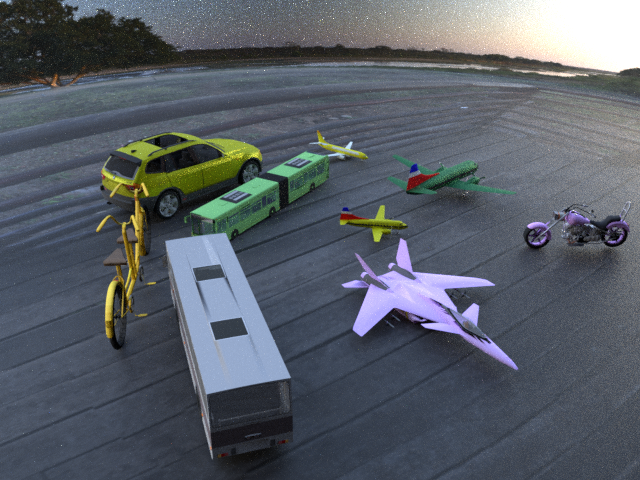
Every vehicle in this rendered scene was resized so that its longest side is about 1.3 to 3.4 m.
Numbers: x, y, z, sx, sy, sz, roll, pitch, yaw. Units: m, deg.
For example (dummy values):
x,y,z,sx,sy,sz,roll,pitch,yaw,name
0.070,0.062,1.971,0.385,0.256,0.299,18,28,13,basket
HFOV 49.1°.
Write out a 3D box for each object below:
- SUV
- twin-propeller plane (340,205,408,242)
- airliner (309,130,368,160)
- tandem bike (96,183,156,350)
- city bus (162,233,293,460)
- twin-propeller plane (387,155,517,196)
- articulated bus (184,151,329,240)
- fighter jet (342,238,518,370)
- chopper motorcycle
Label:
x,y,z,sx,sy,sz,roll,pitch,yaw,name
-2.364,-1.326,12.335,1.276,1.128,3.058,21,33,36,SUV
0.856,-0.308,11.105,1.095,0.407,1.370,4,27,7,twin-propeller plane
0.442,-1.917,14.300,1.307,0.429,1.161,18,32,32,airliner
-2.496,0.154,9.151,0.550,1.326,3.192,-2,27,-4,tandem bike
-1.118,1.034,7.873,0.926,0.894,3.255,-8,28,-16,city bus
2.211,-1.195,12.448,2.129,0.792,2.663,-24,35,-39,twin-propeller plane
-0.916,-0.767,11.850,0.605,0.561,3.401,15,30,28,articulated bus
1.486,0.797,8.724,2.229,0.557,2.640,-16,31,-29,fighter jet
3.887,-0.230,10.552,1.563,0.761,0.466,0,27,1,chopper motorcycle
